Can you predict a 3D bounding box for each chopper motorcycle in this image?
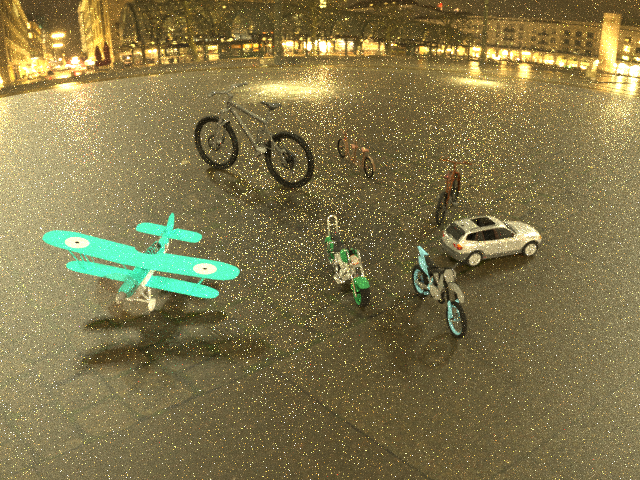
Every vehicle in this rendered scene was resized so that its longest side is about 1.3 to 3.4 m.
[{"bbox_3d":[0.378,0.279,9.851,0.466,0.761,1.563,-8,28,-15],"label":"chopper motorcycle"}]

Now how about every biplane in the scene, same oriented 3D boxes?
[{"bbox_3d":[-2.299,0.295,9.577,2.598,0.981,2.120,4,27,7],"label":"biplane"}]

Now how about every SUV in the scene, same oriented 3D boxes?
[{"bbox_3d":[2.629,-0.056,10.707,1.572,0.580,0.656,-9,28,-17],"label":"SUV"}]

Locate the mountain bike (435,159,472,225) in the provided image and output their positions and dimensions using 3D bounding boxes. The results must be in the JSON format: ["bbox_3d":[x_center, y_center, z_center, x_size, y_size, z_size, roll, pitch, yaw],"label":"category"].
[{"bbox_3d":[2.213,-0.855,11.956,0.573,0.868,1.469,11,29,21],"label":"mountain bike"}]

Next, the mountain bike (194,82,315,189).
[{"bbox_3d":[-1.305,-1.966,13.231,2.857,1.688,1.114,17,31,29],"label":"mountain bike"}]

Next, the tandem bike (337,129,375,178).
[{"bbox_3d":[0.704,-1.770,13.952,0.283,0.682,1.642,-11,29,-21],"label":"tandem bike"}]

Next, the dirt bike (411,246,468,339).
[{"bbox_3d":[1.551,0.609,9.099,0.527,0.857,1.493,-8,28,-16],"label":"dirt bike"}]
